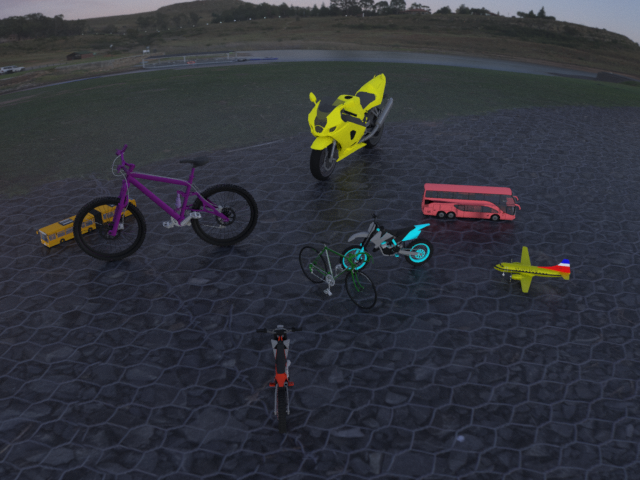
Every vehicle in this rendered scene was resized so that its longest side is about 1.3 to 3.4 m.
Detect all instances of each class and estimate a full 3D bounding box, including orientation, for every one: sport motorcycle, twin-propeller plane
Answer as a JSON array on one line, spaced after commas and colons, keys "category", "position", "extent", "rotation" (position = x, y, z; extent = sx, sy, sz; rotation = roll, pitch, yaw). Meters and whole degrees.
[{"category": "sport motorcycle", "position": [0.602, -2.346, 14.250], "extent": [0.983, 1.596, 2.955], "rotation": [16, 32, 26]}, {"category": "twin-propeller plane", "position": [3.159, 0.408, 10.434], "extent": [1.095, 0.407, 1.370], "rotation": [7, 29, 13]}]

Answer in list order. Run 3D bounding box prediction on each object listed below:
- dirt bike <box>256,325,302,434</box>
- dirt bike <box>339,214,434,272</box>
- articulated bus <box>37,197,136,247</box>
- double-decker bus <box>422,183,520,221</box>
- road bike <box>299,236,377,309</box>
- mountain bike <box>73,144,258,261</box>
[{"category": "dirt bike", "position": [-0.454, 1.463, 8.025], "extent": [0.527, 0.857, 1.493], "rotation": [-2, 29, -3]}, {"category": "dirt bike", "position": [1.023, 0.073, 10.579], "extent": [1.493, 0.857, 0.527], "rotation": [-6, 29, -11]}, {"category": "articulated bus", "position": [-3.922, -0.330, 11.913], "extent": [0.311, 0.289, 1.749], "rotation": [23, 36, 35]}, {"category": "double-decker bus", "position": [2.634, -0.663, 12.262], "extent": [1.672, 0.541, 0.389], "rotation": [4, 29, 7]}, {"category": "road bike", "position": [0.232, 0.415, 9.956], "extent": [0.358, 0.852, 1.545], "rotation": [-25, 37, -38]}, {"category": "mountain bike", "position": [-2.378, -0.543, 10.842], "extent": [2.857, 1.688, 1.114], "rotation": [-8, 29, -14]}]
